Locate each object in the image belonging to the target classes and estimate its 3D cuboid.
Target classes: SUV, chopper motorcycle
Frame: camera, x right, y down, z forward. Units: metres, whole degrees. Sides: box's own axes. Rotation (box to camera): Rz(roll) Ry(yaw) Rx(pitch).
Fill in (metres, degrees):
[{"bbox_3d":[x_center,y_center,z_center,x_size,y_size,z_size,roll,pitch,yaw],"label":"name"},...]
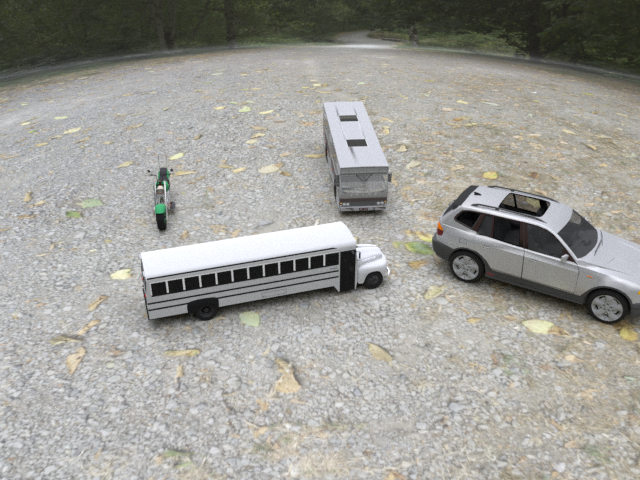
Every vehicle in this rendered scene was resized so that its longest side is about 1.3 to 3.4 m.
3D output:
[{"bbox_3d":[3.079,0.077,9.571,3.058,1.128,1.276,16,34,26],"label":"SUV"},{"bbox_3d":[-2.597,-0.813,11.503,0.466,0.761,1.563,-4,30,-7],"label":"chopper motorcycle"}]

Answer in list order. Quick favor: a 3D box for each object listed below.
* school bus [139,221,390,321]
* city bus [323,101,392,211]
[{"bbox_3d":[-0.670,0.376,9.335,3.322,0.844,0.709,-9,31,-16],"label":"school bus"},{"bbox_3d":[0.578,-1.564,12.687,0.926,0.894,3.255,-2,30,-4],"label":"city bus"}]
